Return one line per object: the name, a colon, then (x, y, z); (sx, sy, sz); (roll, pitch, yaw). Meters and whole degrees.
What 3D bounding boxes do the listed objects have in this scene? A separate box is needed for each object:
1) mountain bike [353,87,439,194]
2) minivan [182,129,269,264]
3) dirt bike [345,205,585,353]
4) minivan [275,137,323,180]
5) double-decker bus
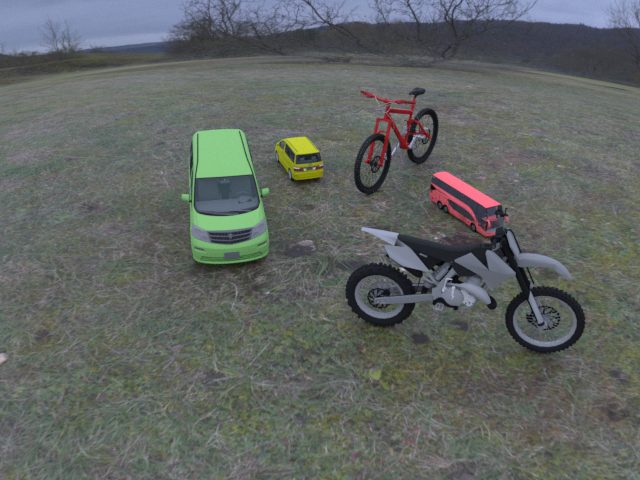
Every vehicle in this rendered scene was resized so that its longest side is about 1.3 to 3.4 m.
mountain bike: (1.471, -1.954, 12.894); (1.114, 1.688, 2.857); (20, 34, 32)
minivan: (-1.526, -0.759, 11.213); (1.324, 1.197, 3.011); (-5, 29, -9)
dirt bike: (1.723, 0.493, 8.423); (2.903, 1.666, 1.024); (8, 30, 15)
minivan: (-0.423, -1.645, 13.449); (0.681, 0.616, 1.548); (-9, 30, -16)
double-decker bus: (2.424, -0.596, 11.599); (0.389, 0.541, 1.672); (-13, 31, -23)
